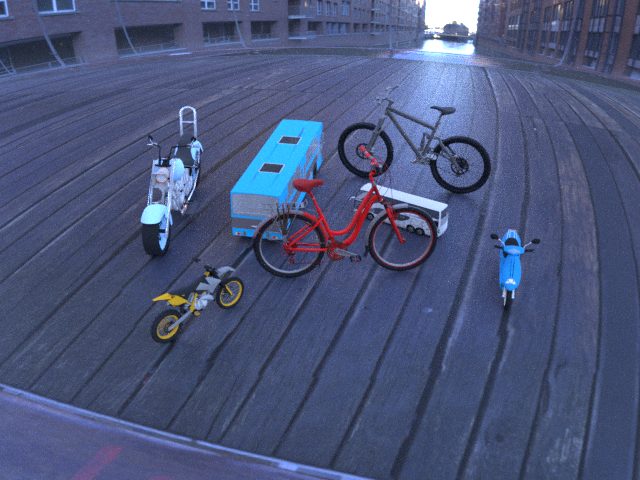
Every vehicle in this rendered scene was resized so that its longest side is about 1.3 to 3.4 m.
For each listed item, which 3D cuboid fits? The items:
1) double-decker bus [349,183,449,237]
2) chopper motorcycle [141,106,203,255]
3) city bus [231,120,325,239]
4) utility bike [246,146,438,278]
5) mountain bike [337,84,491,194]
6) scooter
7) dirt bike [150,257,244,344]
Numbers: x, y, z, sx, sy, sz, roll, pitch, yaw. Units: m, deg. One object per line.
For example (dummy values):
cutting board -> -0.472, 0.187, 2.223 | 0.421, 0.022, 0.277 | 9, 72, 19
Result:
double-decker bus -> 1.294, -0.508, 11.543 | 1.672, 0.541, 0.389 | 18, 35, 29
chopper motorcycle -> -2.424, -1.033, 11.511 | 0.906, 1.480, 3.040 | 2, 30, 3
city bus -> -0.661, -1.100, 12.209 | 0.926, 0.894, 3.255 | 6, 31, 10
utility bike -> 0.319, -0.360, 10.000 | 2.791, 1.839, 1.039 | -3, 30, -5
mountain bike -> 1.662, -1.753, 12.541 | 2.857, 1.688, 1.114 | 12, 32, 19
scooter -> 2.682, 0.268, 9.835 | 0.662, 0.919, 1.399 | 7, 31, 11
dirt bike -> -1.584, 0.738, 9.090 | 0.527, 0.857, 1.493 | 26, 39, 37
